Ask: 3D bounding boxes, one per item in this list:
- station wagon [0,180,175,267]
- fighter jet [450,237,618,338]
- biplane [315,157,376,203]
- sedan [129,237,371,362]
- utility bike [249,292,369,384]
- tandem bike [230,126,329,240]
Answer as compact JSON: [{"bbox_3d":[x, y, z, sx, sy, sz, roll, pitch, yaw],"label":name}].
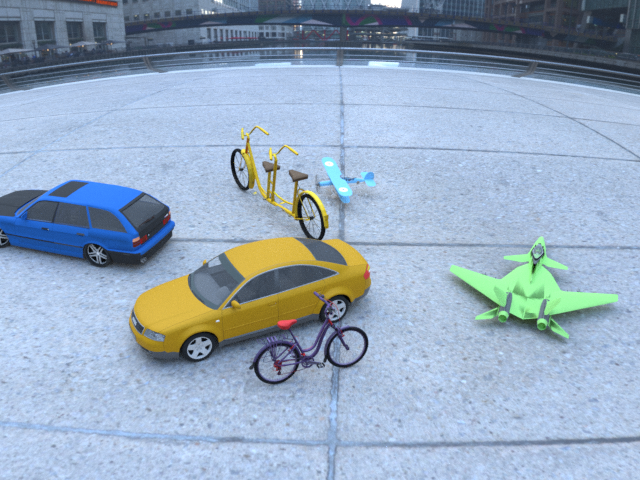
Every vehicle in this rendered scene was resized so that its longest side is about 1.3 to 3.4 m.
[{"bbox_3d":[-3.846,-0.384,10.759,3.105,0.920,1.327,9,29,16],"label":"station wagon"},{"bbox_3d":[2.973,0.371,9.713,2.229,0.557,2.640,10,29,19],"label":"fighter jet"},{"bbox_3d":[0.447,-1.015,12.406,1.090,0.504,1.336,-7,29,-14],"label":"biplane"},{"bbox_3d":[-0.845,0.599,8.869,3.137,0.940,1.235,-13,31,-24],"label":"sedan"},{"bbox_3d":[-0.128,1.107,7.896,1.435,0.946,0.535,-10,29,-18],"label":"utility bike"},{"bbox_3d":[-0.759,-1.026,11.544,0.550,1.326,3.192,-17,32,-29],"label":"tandem bike"}]
